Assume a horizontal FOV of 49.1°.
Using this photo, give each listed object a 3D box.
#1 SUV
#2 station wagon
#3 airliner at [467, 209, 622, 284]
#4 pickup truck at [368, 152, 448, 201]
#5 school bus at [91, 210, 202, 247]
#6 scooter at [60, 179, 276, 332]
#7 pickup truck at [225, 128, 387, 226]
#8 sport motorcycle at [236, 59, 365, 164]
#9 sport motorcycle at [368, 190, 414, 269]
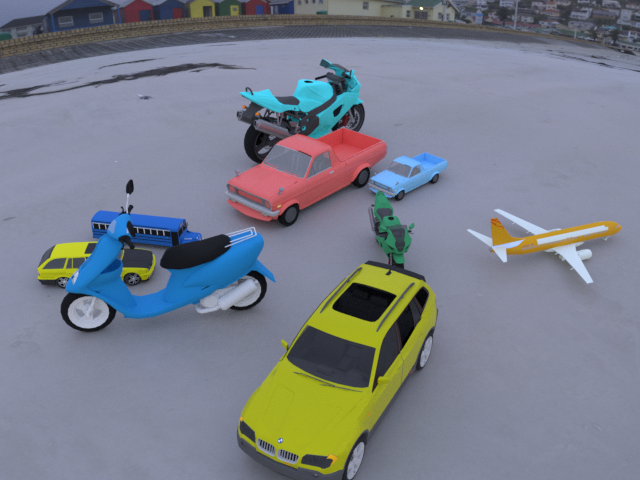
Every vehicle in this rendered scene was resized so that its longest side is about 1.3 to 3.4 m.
[{"bbox_3d":[0.306,1.294,7.682,1.276,1.128,3.058,16,34,24],"label":"SUV"},{"bbox_3d":[-3.166,0.312,9.970,1.597,0.473,0.682,-2,31,-4],"label":"station wagon"},{"bbox_3d":[3.534,-0.168,10.421,2.541,0.835,2.257,-11,33,-18],"label":"airliner"},{"bbox_3d":[1.591,-1.210,12.488,1.603,0.511,0.640,-26,40,-37],"label":"pickup truck"},{"bbox_3d":[-2.645,-0.139,10.764,1.708,0.434,0.365,6,31,10],"label":"school bus"},{"bbox_3d":[-1.925,0.268,8.761,2.721,1.786,1.288,-7,32,-12],"label":"scooter"},{"bbox_3d":[-0.169,-1.274,12.124,1.244,0.993,3.117,24,38,35],"label":"pickup truck"},{"bbox_3d":[-0.262,-2.475,13.550,2.955,1.596,0.983,-22,37,-32],"label":"sport motorcycle"},{"bbox_3d":[1.018,-0.068,10.267,0.506,0.821,1.520,-4,31,-7],"label":"sport motorcycle"}]
